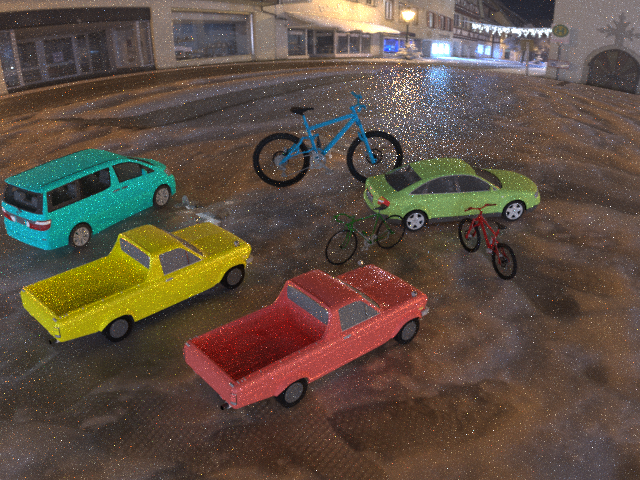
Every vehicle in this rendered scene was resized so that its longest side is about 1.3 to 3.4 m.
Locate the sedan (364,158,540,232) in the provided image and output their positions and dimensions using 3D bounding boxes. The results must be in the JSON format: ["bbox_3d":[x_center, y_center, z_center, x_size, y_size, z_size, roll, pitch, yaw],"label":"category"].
[{"bbox_3d":[2.334,-0.902,12.240,3.137,0.940,1.235,-6,29,-10],"label":"sedan"}]

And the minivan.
[{"bbox_3d":[-3.824,-0.874,11.917,1.324,1.197,3.011,17,33,29],"label":"minivan"}]

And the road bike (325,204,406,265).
[{"bbox_3d":[0.730,-0.119,10.875,1.545,0.852,0.358,-17,33,-28],"label":"road bike"}]

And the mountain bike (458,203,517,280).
[{"bbox_3d":[2.549,-0.014,10.663,0.573,0.868,1.469,-11,30,-20],"label":"mountain bike"}]

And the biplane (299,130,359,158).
[{"bbox_3d":[0.252,-2.046,14.831,1.336,0.504,1.090,11,30,19],"label":"biplane"}]

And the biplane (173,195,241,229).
[{"bbox_3d":[-1.984,-0.483,11.921,1.090,0.504,1.336,23,36,36],"label":"biplane"}]

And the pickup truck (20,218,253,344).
[{"bbox_3d":[-2.439,0.436,9.694,3.117,0.993,1.244,-24,36,-37],"label":"pickup truck"}]

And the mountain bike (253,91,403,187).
[{"bbox_3d":[0.157,-1.791,13.105,2.857,1.688,1.114,-2,28,-3],"label":"mountain bike"}]

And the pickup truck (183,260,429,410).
[{"bbox_3d":[-0.080,1.028,8.591,3.117,0.993,1.244,-21,35,-34],"label":"pickup truck"}]
